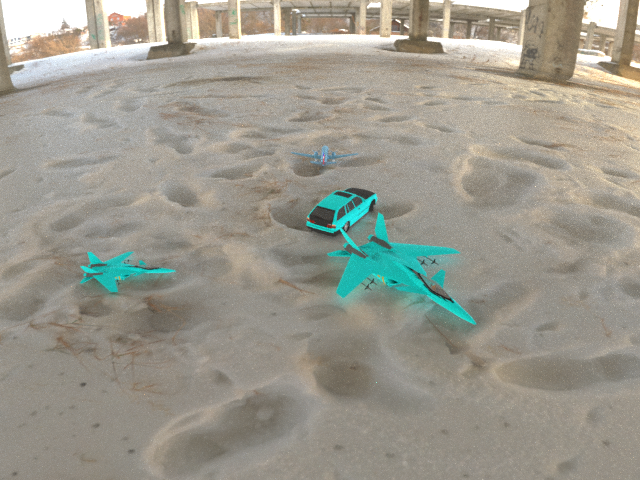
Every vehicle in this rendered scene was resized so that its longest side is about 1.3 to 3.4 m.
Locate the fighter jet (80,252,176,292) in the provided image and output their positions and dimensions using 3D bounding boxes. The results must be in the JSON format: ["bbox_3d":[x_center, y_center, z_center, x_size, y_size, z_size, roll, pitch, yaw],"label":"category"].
[{"bbox_3d":[-2.819,0.396,10.376,1.358,0.286,1.147,-1,29,-1],"label":"fighter jet"}]

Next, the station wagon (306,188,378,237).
[{"bbox_3d":[0.409,-0.582,11.952,0.682,0.473,1.597,17,33,27],"label":"station wagon"}]

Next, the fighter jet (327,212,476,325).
[{"bbox_3d":[1.306,0.428,10.039,2.229,0.557,2.640,-18,34,-29],"label":"fighter jet"}]

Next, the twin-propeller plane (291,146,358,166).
[{"bbox_3d":[0.089,-1.741,14.120,1.370,0.407,1.095,1,29,2],"label":"twin-propeller plane"}]
